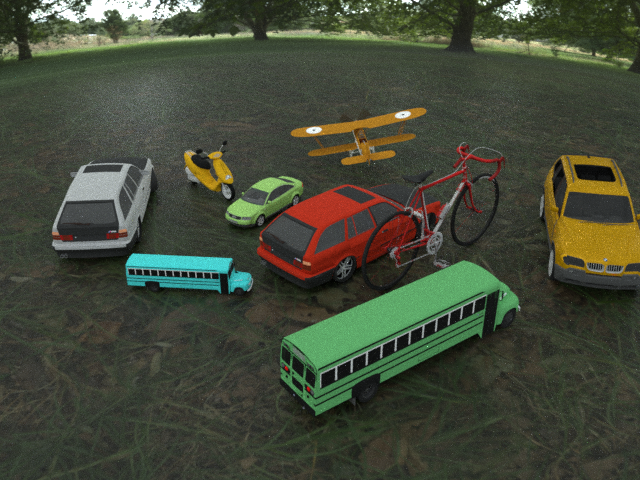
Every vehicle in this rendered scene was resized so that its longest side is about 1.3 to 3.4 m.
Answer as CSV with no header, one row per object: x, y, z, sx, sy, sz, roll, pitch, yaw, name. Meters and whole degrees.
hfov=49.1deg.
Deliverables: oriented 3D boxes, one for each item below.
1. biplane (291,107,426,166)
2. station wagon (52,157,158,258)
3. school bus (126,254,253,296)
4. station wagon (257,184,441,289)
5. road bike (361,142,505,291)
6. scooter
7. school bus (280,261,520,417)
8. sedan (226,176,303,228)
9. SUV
0.759,-1.859,13.273,2.598,0.981,2.120,-2,29,-4,biplane
-3.440,-0.773,11.371,1.327,0.920,3.105,-2,29,-4,station wagon
-1.784,0.467,9.631,1.708,0.434,0.365,3,29,5,school bus
0.555,-0.298,10.513,3.105,0.920,1.327,-25,37,-37,station wagon
1.657,-0.366,9.875,3.004,1.656,0.697,-24,37,-36,road bike
-1.963,-1.277,12.285,1.399,0.919,0.662,26,38,38,scooter
1.086,1.016,8.215,3.322,0.844,0.709,-19,34,-31,school bus
-0.915,-0.697,11.686,0.635,0.483,1.613,19,34,31,sedan
4.032,-0.369,10.426,1.276,1.128,3.058,6,29,10,SUV
